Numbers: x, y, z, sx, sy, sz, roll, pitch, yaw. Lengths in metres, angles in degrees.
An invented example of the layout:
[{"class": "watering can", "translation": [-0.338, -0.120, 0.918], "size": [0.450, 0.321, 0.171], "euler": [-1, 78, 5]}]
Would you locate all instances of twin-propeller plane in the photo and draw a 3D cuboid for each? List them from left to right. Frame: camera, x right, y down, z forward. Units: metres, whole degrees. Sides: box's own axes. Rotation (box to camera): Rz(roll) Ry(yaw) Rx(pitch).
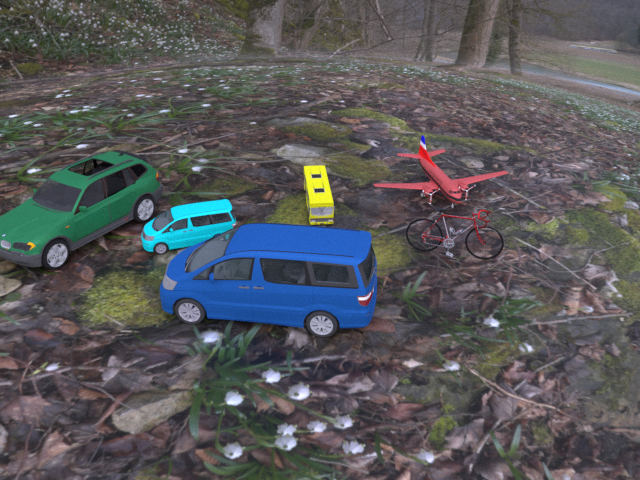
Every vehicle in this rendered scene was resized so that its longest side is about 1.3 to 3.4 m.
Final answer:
[{"class": "twin-propeller plane", "translation": [2.240, -1.291, 13.240], "size": [2.663, 0.792, 2.129], "euler": [-6, 30, -12]}]

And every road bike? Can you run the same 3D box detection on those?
[{"class": "road bike", "translation": [2.132, -0.128, 11.078], "size": [1.545, 0.852, 0.358], "euler": [8, 30, 14]}]

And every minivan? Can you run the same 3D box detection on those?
[{"class": "minivan", "translation": [-2.162, -0.238, 11.519], "size": [1.548, 0.616, 0.681], "euler": [-9, 30, -15]}, {"class": "minivan", "translation": [-0.722, 0.456, 9.666], "size": [3.011, 1.197, 1.324], "euler": [5, 29, 8]}]

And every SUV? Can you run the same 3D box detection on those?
[{"class": "SUV", "translation": [-4.014, -0.604, 11.652], "size": [1.276, 1.128, 3.058], "euler": [17, 33, 28]}]

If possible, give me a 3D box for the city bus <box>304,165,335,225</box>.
[{"class": "city bus", "translation": [-0.039, -0.822, 12.734], "size": [0.476, 0.460, 1.674], "euler": [-2, 29, -4]}]
